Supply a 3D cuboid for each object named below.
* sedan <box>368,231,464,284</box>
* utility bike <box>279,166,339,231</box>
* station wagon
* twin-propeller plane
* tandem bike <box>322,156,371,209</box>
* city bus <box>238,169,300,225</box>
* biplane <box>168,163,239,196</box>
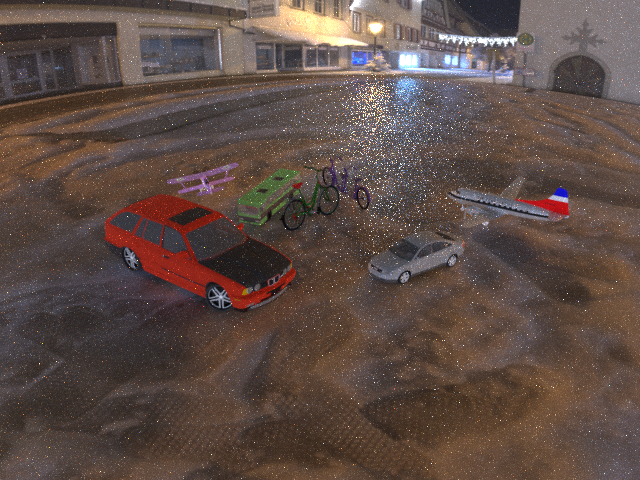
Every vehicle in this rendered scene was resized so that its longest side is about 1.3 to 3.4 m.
[{"bbox_3d":[1.439,0.193,10.394,1.613,0.483,0.635,-17,30,-30],"label":"sedan"},{"bbox_3d":[-0.200,-0.742,11.788,0.535,0.946,1.435,22,34,38],"label":"utility bike"},{"bbox_3d":[-1.791,0.075,10.138,3.105,0.920,1.327,19,32,34],"label":"station wagon"},{"bbox_3d":[3.151,-0.687,11.851,2.129,0.792,2.663,16,30,30],"label":"twin-propeller plane"},{"bbox_3d":[0.462,-1.085,12.793,0.283,0.682,1.642,-14,29,-27],"label":"tandem bike"},{"bbox_3d":[-0.872,-0.765,12.389,0.476,0.460,1.674,10,28,20],"label":"city bus"},{"bbox_3d":[-2.111,-1.040,12.904,1.336,0.504,1.090,-8,27,-17],"label":"biplane"}]
